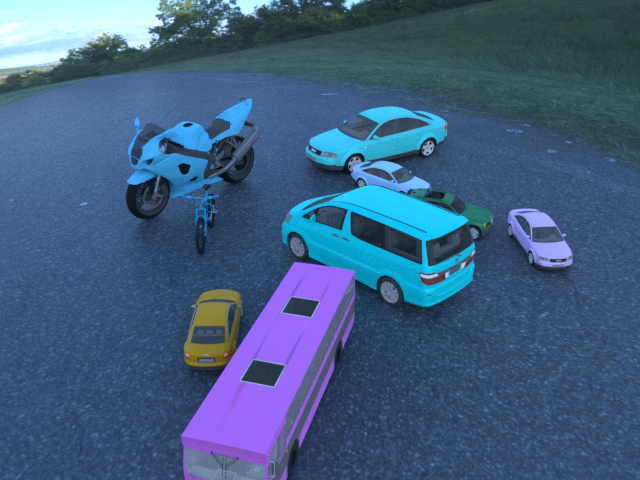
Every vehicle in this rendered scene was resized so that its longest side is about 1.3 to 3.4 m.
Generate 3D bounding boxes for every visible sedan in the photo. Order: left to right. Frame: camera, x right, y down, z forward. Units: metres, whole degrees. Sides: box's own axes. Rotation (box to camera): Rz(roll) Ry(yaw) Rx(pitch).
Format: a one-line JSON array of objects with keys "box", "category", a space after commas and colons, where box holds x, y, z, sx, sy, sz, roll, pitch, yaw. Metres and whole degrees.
[{"box": [-1.314, 1.023, 8.731, 0.635, 0.483, 1.613, 0, 28, -1], "category": "sedan"}, {"box": [1.178, -2.148, 14.304, 3.137, 0.940, 1.235, -15, 31, -27], "category": "sedan"}, {"box": [1.303, -1.130, 12.848, 1.613, 0.483, 0.635, 22, 35, 36], "category": "sedan"}, {"box": [3.398, -0.080, 10.841, 0.635, 0.483, 1.613, -2, 28, -4], "category": "sedan"}]

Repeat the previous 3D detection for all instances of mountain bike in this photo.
[{"box": [-1.818, -0.414, 11.065, 0.573, 0.868, 1.469, 1, 28, 2], "category": "mountain bike"}]

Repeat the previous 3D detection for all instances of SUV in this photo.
[{"box": [2.046, -0.462, 11.466, 1.572, 0.580, 0.656, 9, 29, 17], "category": "SUV"}]

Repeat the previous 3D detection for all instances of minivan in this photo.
[{"box": [0.738, -0.099, 10.107, 1.324, 1.197, 3.011, -24, 36, -38], "category": "minivan"}]

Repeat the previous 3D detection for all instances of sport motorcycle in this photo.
[{"box": [-2.219, -1.472, 12.302, 0.983, 1.596, 2.955, 21, 34, 34], "category": "sport motorcycle"}]

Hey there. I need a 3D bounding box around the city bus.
[{"box": [-0.388, 1.422, 7.524, 0.926, 0.894, 3.255, 8, 29, 14], "category": "city bus"}]
